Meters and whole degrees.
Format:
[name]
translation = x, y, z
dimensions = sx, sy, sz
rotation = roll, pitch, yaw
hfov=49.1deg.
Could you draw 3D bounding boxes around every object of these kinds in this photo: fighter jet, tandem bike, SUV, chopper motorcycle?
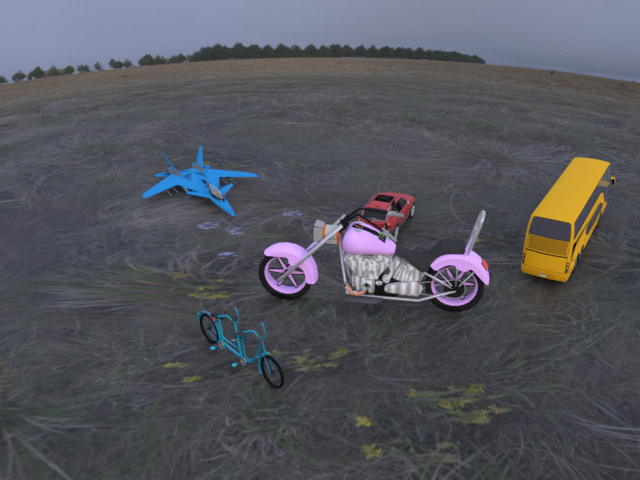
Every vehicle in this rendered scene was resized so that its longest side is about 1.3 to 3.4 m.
[fighter jet]
translation = -2.094, -1.060, 12.816
dimensions = 2.229, 0.557, 2.640
rotation = -14, 29, -26
[tandem bike]
translation = -0.953, 1.142, 8.118
dimensions = 0.283, 0.682, 1.642
rotation = -22, 33, -38
[SUV]
translation = 1.116, -0.502, 11.633
dimensions = 0.656, 0.580, 1.572
rotation = 10, 28, 20
[chopper motorcycle]
translation = 0.680, 0.196, 9.158
dimensions = 3.040, 1.480, 0.906
rotation = 5, 26, 10

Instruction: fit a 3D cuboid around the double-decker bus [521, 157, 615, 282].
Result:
[double-decker bus]
translation = 3.934, -0.431, 10.947
dimensions = 0.756, 1.052, 3.251
rotation = 14, 29, 27
